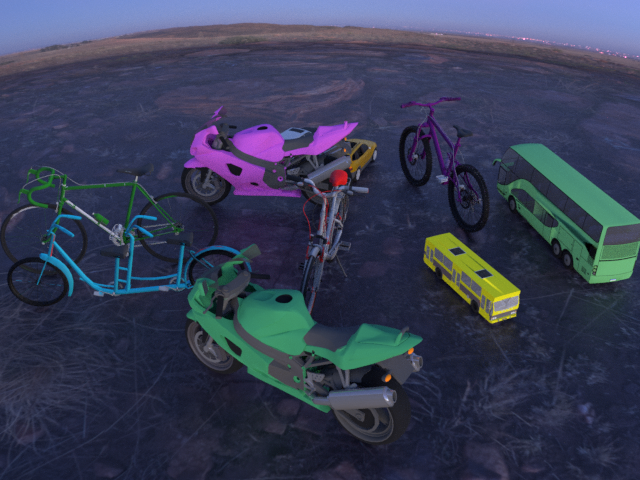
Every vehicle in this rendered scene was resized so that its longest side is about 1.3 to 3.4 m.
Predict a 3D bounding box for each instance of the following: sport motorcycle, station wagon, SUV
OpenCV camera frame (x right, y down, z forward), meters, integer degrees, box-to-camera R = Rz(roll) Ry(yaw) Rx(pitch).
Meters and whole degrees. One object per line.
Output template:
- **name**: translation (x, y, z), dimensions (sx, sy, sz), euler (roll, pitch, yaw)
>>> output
- **sport motorcycle**: translation (-0.316, 1.129, 7.446), dimensions (2.955, 1.596, 0.983), euler (17, 35, 27)
- **sport motorcycle**: translation (-0.865, -1.293, 11.593), dimensions (2.955, 1.596, 0.983), euler (1, 30, 1)
- **station wagon**: translation (-0.436, -1.961, 13.850), dimensions (0.682, 0.473, 1.597), euler (17, 34, 26)
- **SUV**: translation (0.585, -1.603, 13.132), dimensions (0.656, 0.580, 1.572), euler (12, 32, 19)

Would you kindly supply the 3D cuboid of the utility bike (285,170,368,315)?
- **utility bike**: translation (0.160, -0.132, 9.365), dimensions (1.039, 1.839, 2.791), euler (6, 31, 11)

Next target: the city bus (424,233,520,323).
- **city bus**: translation (2.046, 0.505, 9.642), dimensions (0.476, 0.460, 1.674), euler (-13, 33, -21)

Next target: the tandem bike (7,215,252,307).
- **tandem bike**: translation (-2.511, 0.275, 9.177), dimensions (3.192, 1.326, 0.550), euler (-3, 30, -4)

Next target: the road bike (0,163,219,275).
- **road bike**: translation (-2.957, -0.300, 9.834), dimensions (3.004, 1.656, 0.696), euler (-5, 31, -9)

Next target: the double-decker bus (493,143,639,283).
- **double-decker bus**: translation (3.706, -0.545, 10.853), dimensions (0.756, 1.052, 3.251), euler (-6, 31, -11)

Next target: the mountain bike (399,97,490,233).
- **mountain bike**: translation (2.011, -1.329, 11.564), dimensions (1.114, 1.688, 2.857), euler (-11, 32, -18)
